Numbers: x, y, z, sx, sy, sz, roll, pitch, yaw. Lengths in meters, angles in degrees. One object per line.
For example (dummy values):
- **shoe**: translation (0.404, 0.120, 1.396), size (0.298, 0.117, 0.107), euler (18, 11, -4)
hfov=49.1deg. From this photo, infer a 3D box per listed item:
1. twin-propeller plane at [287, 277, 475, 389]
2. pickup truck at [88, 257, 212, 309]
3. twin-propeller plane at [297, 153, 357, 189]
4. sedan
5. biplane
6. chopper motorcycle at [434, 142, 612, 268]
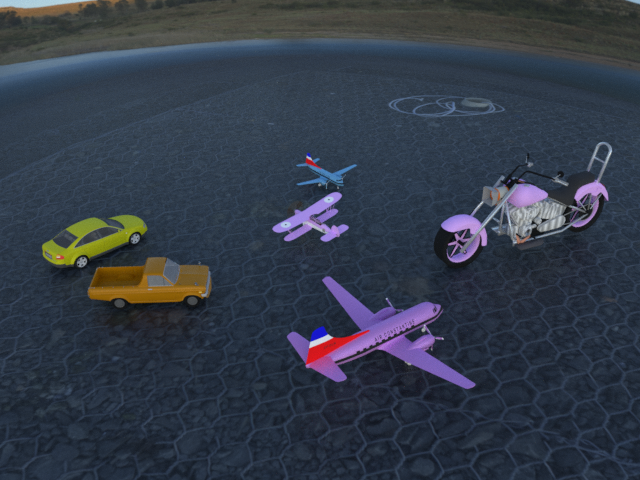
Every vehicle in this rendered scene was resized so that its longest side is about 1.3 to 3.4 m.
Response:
- **twin-propeller plane**: translation (0.702, 1.047, 8.318), size (2.129, 0.792, 2.663), euler (-20, 36, -31)
- **pickup truck**: translation (-2.286, 0.547, 9.466), size (1.603, 0.511, 0.640), euler (-2, 30, -3)
- **twin-propeller plane**: translation (0.076, -1.245, 12.676), size (1.370, 0.407, 1.095), euler (-22, 36, -33)
- **sedan**: translation (-3.369, -0.063, 10.552), size (0.635, 0.483, 1.613), euler (25, 38, 36)
- **biplane**: translation (-0.079, -0.252, 10.857), size (1.336, 0.504, 1.090), euler (-24, 37, -35)
- **chopper motorcycle**: translation (3.059, -0.534, 10.370), size (3.040, 1.480, 0.906), euler (-13, 32, -21)
